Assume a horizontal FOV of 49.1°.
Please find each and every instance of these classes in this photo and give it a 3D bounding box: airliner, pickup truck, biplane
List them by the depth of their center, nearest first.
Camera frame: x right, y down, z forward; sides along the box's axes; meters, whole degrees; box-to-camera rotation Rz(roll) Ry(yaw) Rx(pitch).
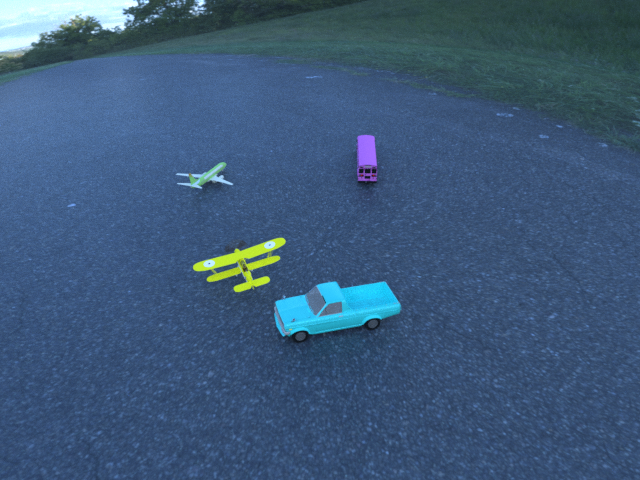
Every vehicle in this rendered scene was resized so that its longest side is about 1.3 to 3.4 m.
[{"bbox_3d":[0.218,0.850,9.035,1.603,0.511,0.640,-8,31,-14],"label":"pickup truck"},{"bbox_3d":[-1.078,0.403,9.804,1.336,0.504,1.090,-10,32,-16],"label":"biplane"},{"bbox_3d":[-2.032,-1.248,12.691,1.161,0.429,1.307,12,32,19],"label":"airliner"}]

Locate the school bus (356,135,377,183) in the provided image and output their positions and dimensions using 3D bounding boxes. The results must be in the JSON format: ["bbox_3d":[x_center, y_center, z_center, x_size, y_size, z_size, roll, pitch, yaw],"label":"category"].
[{"bbox_3d":[0.877,-1.567,13.232,0.365,0.434,1.708,1,30,2],"label":"school bus"}]
